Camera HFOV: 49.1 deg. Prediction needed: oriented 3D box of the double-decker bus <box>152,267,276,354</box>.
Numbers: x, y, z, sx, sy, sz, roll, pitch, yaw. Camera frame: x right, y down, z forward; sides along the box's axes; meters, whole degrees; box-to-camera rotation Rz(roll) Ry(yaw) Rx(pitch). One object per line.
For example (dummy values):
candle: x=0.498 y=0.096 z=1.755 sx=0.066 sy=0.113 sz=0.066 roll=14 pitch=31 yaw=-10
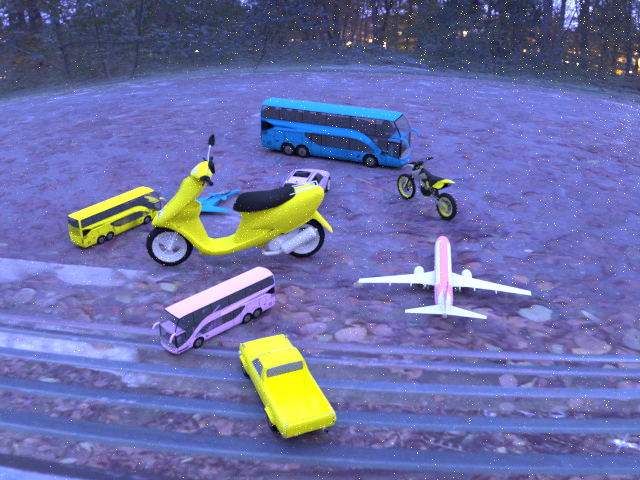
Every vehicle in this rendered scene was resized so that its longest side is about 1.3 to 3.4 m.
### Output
double-decker bus: x=-1.270 y=0.871 z=8.727 sx=1.672 sy=0.541 sz=0.389 roll=-24 pitch=35 yaw=-39

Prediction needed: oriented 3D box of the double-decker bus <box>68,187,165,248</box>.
double-decker bus: x=-3.244 y=-0.398 z=11.253 sx=0.389 sy=0.541 sz=1.672 roll=19 pitch=32 yaw=32

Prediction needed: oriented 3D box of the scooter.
scooter: x=-1.171 y=-0.492 z=10.052 sx=2.721 sy=1.786 sz=1.288 roll=-3 pitch=27 yaw=-7

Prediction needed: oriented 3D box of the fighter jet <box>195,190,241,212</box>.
fighter jet: x=-1.891 y=-0.758 z=12.252 sx=1.147 sy=0.286 sz=1.358 roll=22 pitch=34 yaw=36

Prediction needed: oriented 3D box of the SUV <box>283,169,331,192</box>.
SUV: x=-0.261 y=-0.971 z=12.349 sx=0.656 sy=0.580 sz=1.572 roll=6 pitch=27 yaw=13

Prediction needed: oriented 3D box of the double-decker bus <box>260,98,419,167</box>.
double-decker bus: x=0.339 y=-2.182 z=14.236 sx=3.251 sy=1.052 sz=0.756 roll=11 pitch=29 yaw=20

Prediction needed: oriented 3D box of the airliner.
airliner: x=1.684 y=0.330 z=9.476 sx=2.257 sy=0.835 sz=2.541 roll=4 pitch=27 yaw=7

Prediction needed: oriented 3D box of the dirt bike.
dirt bike: x=1.810 y=-0.923 z=11.945 sx=0.527 sy=0.857 sz=1.493 roll=-17 pitch=31 yaw=-30

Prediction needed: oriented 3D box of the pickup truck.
pickup truck: x=-0.389 y=1.497 z=7.514 sx=0.640 sy=0.511 sz=1.603 roll=-10 pitch=28 yaw=-20
